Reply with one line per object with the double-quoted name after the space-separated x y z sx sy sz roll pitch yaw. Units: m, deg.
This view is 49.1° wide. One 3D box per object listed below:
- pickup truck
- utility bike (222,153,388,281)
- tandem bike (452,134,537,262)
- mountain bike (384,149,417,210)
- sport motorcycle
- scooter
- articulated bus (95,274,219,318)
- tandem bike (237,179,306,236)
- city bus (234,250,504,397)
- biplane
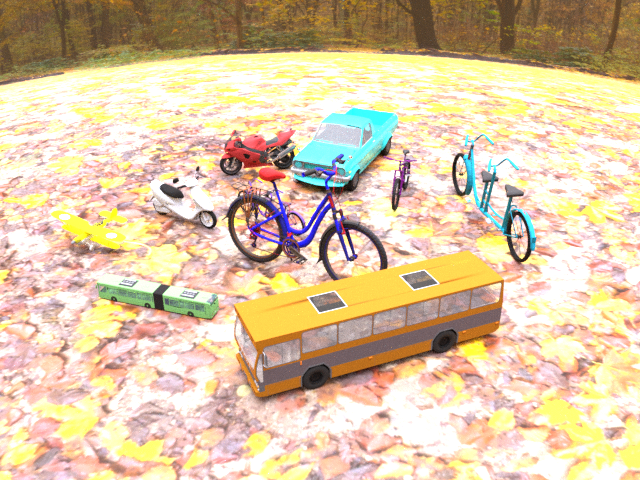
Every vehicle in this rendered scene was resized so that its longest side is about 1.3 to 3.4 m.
0.561 -1.959 13.732 1.244 0.993 3.117 12 31 20 "pickup truck"
-0.235 -0.358 9.970 2.791 1.839 1.039 16 33 27 "utility bike"
2.761 -0.829 11.349 0.550 1.326 3.192 -6 29 -10 "tandem bike"
1.445 -1.136 12.375 0.573 0.868 1.469 8 30 15 "mountain bike"
-1.184 -1.698 13.437 1.520 0.821 0.506 -9 30 -15 "sport motorcycle"
-2.295 -0.729 11.587 1.399 0.919 0.662 16 33 26 "scooter"
-2.228 0.762 9.548 1.749 0.289 0.311 9 30 16 "articulated bus"
-0.826 -0.573 11.550 1.642 0.682 0.283 25 37 37 "tandem bike"
0.630 0.991 8.510 3.255 0.894 0.926 -12 31 -20 "city bus"
-3.512 -0.167 11.002 1.336 0.504 1.090 12 31 21 "biplane"
